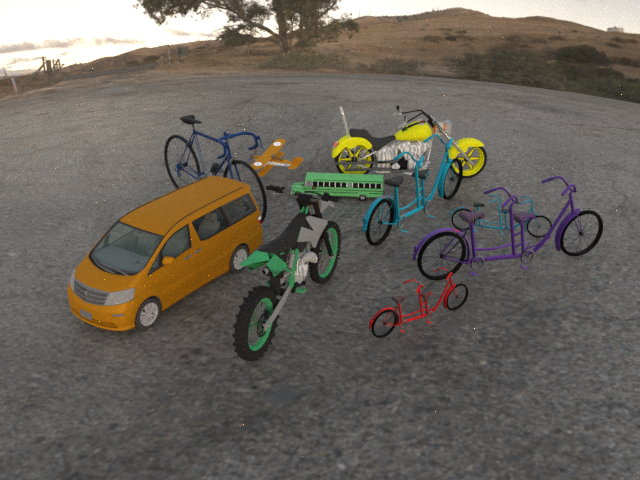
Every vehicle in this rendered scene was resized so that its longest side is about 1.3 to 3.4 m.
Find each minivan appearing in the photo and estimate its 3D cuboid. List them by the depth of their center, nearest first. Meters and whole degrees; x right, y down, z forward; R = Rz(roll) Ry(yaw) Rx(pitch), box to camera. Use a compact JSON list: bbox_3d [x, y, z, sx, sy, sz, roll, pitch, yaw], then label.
[{"bbox_3d":[-2.104,0.108,9.784,1.324,1.197,3.011,16,31,30],"label":"minivan"}]

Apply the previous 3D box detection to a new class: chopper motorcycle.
[{"bbox_3d":[1.744,-1.877,13.493,3.040,1.480,0.906,-2,26,-5],"label":"chopper motorcycle"}]

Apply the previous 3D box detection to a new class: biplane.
[{"bbox_3d":[-0.885,-1.568,13.971,1.090,0.504,1.336,10,28,20],"label":"biplane"}]

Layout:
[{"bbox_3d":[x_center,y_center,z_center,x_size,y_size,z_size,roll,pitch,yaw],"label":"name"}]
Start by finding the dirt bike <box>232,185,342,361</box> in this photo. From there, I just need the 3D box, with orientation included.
[{"bbox_3d":[-0.348,0.246,8.972,1.024,1.666,2.903,11,28,22],"label":"dirt bike"}]

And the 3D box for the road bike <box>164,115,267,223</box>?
[{"bbox_3d":[-1.887,-1.279,12.081,0.697,1.656,3.004,-23,34,-38],"label":"road bike"}]

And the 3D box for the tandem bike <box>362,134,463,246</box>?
[{"bbox_3d":[1.644,-0.923,11.731,0.550,1.326,3.192,19,32,33],"label":"tandem bike"}]

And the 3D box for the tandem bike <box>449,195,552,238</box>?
[{"bbox_3d":[2.944,-0.405,11.408,1.642,0.682,0.283,6,27,12],"label":"tandem bike"}]

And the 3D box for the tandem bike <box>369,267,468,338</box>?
[{"bbox_3d":[1.301,0.784,8.994,1.642,0.682,0.283,-16,30,-28],"label":"tandem bike"}]

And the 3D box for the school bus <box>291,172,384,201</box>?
[{"bbox_3d":[0.317,-0.993,12.881,1.708,0.434,0.365,2,26,5],"label":"school bus"}]

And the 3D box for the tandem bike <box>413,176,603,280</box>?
[{"bbox_3d":[2.825,-0.173,10.209,3.192,1.326,0.550,-8,27,-16],"label":"tandem bike"}]
